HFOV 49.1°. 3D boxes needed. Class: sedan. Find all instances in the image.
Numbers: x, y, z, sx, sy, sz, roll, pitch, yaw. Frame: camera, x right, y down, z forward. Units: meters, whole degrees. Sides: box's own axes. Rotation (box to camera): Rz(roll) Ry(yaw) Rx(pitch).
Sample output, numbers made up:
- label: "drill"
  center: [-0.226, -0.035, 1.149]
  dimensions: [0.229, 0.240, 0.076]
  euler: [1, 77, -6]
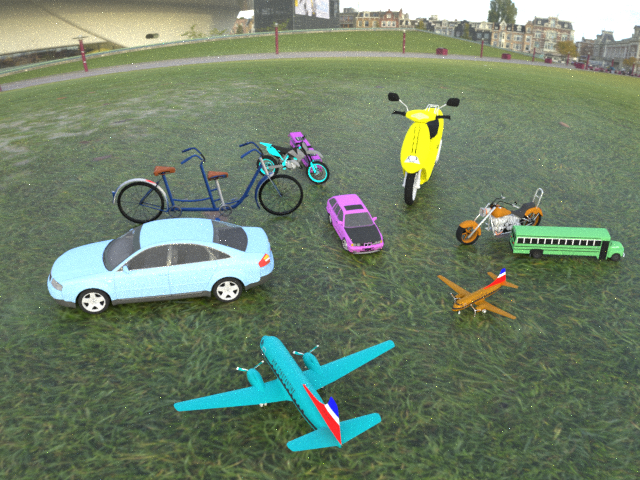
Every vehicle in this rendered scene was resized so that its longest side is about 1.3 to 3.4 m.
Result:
- label: "sedan"
  center: [-2.227, 0.263, 9.887]
  dimensions: [3.137, 0.940, 1.235]
  euler: [-5, 29, -9]

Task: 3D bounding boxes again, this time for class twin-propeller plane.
- label: "twin-propeller plane"
  center: [2.198, 0.711, 9.614]
  dimensions: [1.095, 0.407, 1.370]
  euler: [-20, 34, -33]
- label: "twin-propeller plane"
  center: [-0.245, 1.524, 7.688]
  dimensions: [2.663, 0.792, 2.129]
  euler: [-13, 31, -22]

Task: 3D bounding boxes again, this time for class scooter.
- label: "scooter"
  center: [1.918, -1.911, 13.050]
  dimensions: [1.288, 1.786, 2.721]
  euler: [8, 29, 15]

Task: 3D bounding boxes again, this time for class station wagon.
- label: "station wagon"
  center: [0.558, -0.311, 11.453]
  dimensions: [0.682, 0.473, 1.597]
  euler: [-6, 29, -12]

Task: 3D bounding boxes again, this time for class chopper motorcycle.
- label: "chopper motorcycle"
  center: [2.914, -0.377, 11.271]
  dimensions: [1.563, 0.761, 0.466]
  euler: [-10, 30, -18]

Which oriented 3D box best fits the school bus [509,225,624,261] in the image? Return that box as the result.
- label: "school bus"
  center: [3.836, 0.039, 10.841]
  dimensions: [1.708, 0.434, 0.365]
  euler: [2, 28, 4]

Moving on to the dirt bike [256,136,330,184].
- label: "dirt bike"
  center: [-0.524, -1.519, 13.303]
  dimensions: [1.493, 0.857, 0.527]
  euler: [9, 29, 16]

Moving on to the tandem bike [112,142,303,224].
- label: "tandem bike"
  center: [-1.867, -0.931, 11.709]
  dimensions: [3.192, 1.326, 0.550]
  euler: [-3, 28, -6]

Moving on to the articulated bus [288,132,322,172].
- label: "articulated bus"
  center: [-0.308, -1.832, 14.490]
  dimensions: [0.311, 0.289, 1.749]
  euler: [-8, 29, -14]
